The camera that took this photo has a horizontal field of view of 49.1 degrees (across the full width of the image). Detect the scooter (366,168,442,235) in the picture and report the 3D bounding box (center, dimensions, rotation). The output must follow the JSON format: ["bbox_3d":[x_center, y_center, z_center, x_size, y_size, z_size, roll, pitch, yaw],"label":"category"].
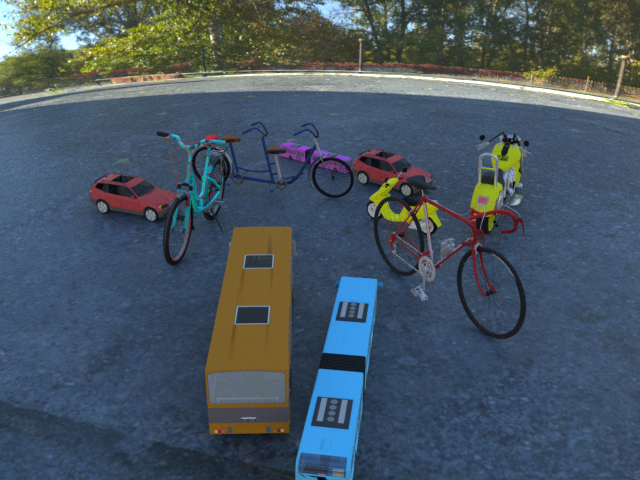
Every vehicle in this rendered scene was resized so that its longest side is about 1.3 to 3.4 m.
[{"bbox_3d":[1.351,-0.627,11.368,1.399,0.919,0.662,19,32,33],"label":"scooter"}]

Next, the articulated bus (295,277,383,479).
[{"bbox_3d":[0.266,1.423,7.594,0.605,0.561,3.401,4,26,8],"label":"articulated bus"}]

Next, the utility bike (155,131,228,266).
[{"bbox_3d":[-1.802,-0.859,10.796,1.039,1.839,2.791,5,27,9],"label":"utility bike"}]

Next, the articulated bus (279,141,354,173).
[{"bbox_3d":[-0.097,-1.690,14.251,1.749,0.289,0.311,19,32,34],"label":"articulated bus"}]

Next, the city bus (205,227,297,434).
[{"bbox_3d":[-0.734,0.925,8.231,0.926,0.894,3.255,-1,26,-1],"label":"city bus"}]

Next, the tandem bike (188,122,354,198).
[{"bbox_3d":[-0.937,-1.494,12.673,3.192,1.326,0.550,7,27,14],"label":"tandem bike"}]

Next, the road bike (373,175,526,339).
[{"bbox_3d":[1.581,0.074,9.101,0.696,1.656,3.004,-15,30,-28],"label":"road bike"}]

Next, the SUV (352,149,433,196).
[{"bbox_3d":[1.353,-1.294,13.112,1.572,0.580,0.656,19,32,34],"label":"SUV"}]

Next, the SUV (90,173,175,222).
[{"bbox_3d":[-3.195,-0.767,12.037,1.572,0.580,0.656,9,28,18],"label":"SUV"}]

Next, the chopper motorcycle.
[{"bbox_3d":[3.090,-1.172,11.842,0.906,1.480,3.040,11,28,22],"label":"chopper motorcycle"}]
